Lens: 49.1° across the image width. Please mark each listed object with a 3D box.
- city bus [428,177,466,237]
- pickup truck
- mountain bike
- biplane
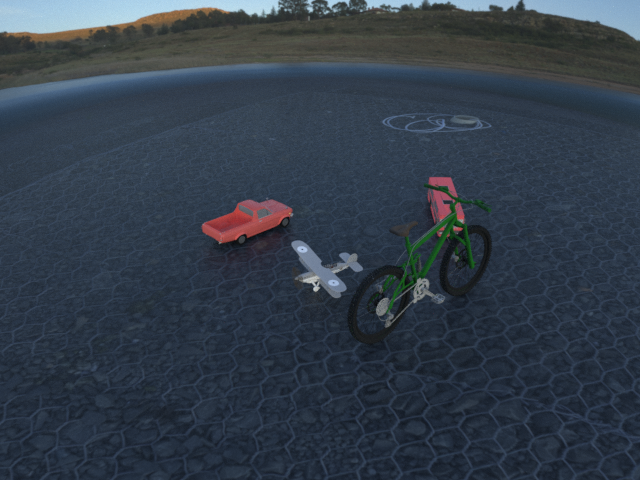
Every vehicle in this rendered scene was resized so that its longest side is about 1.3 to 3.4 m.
[{"bbox_3d":[2.220,-0.591,12.461,0.476,0.460,1.674,1,28,1],"label":"city bus"},{"bbox_3d":[-1.220,-0.364,11.973,1.603,0.511,0.640,-24,36,-38],"label":"pickup truck"},{"bbox_3d":[1.444,0.304,9.422,2.857,1.688,1.114,-22,35,-36],"label":"mountain bike"},{"bbox_3d":[0.110,0.459,10.404,1.090,0.504,1.336,-16,32,-28],"label":"biplane"}]
